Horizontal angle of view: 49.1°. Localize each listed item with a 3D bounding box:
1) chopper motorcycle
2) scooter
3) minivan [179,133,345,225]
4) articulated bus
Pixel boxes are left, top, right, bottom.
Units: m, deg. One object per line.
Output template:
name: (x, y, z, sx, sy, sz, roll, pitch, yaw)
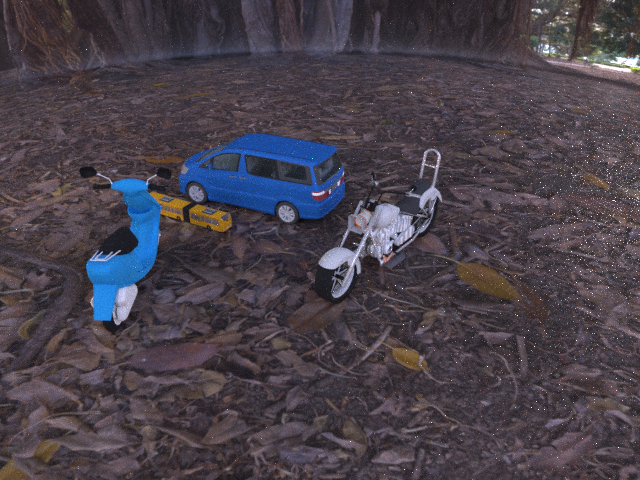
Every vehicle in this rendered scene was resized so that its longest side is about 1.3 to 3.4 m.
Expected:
chopper motorcycle: (0.944, -0.261, 10.436, 0.906, 1.480, 3.040, 21, 36, 32)
scooter: (-2.690, -0.064, 9.780, 1.288, 1.786, 2.721, 1, 30, 2)
minivan: (-1.089, -1.206, 12.387, 3.011, 1.197, 1.324, 13, 32, 22)
articulated bus: (-2.299, -0.491, 12.047, 1.749, 0.289, 0.311, 16, 33, 26)
